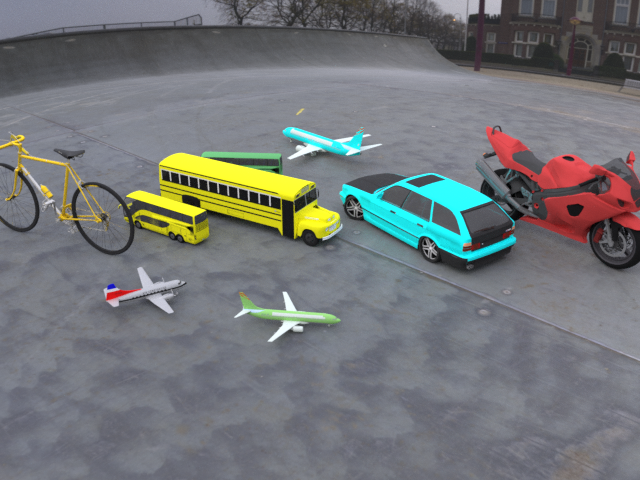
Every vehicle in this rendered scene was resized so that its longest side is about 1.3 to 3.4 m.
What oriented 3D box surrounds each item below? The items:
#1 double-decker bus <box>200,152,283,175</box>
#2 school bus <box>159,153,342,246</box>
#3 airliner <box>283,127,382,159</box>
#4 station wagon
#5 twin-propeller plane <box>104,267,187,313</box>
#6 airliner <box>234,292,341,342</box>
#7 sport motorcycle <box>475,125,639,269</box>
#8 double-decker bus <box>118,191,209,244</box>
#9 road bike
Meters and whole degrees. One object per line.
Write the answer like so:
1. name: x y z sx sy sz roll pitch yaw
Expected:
1. double-decker bus: -1.536 -1.356 13.140 1.672 0.541 0.389 2 27 4
2. school bus: -1.176 -0.714 11.510 3.322 0.844 0.709 15 30 27
3. airliner: 0.035 -2.186 14.479 2.257 0.835 2.541 -22 34 -37
4. station wagon: 1.592 -0.544 11.083 1.327 0.920 3.105 -18 31 -31
5. twin-propeller plane: -2.286 0.647 9.267 1.095 0.407 1.370 -14 30 -26
6. airliner: -0.389 0.873 8.787 1.307 0.429 1.161 3 27 6
7. sport motorcycle: 3.625 -0.698 10.634 0.983 1.596 2.955 -19 32 -33
8. double-decker bus: -2.497 -0.379 11.177 1.672 0.541 0.389 16 31 30
9. road bike: -4.047 -0.708 10.588 3.004 1.656 0.697 12 29 23
